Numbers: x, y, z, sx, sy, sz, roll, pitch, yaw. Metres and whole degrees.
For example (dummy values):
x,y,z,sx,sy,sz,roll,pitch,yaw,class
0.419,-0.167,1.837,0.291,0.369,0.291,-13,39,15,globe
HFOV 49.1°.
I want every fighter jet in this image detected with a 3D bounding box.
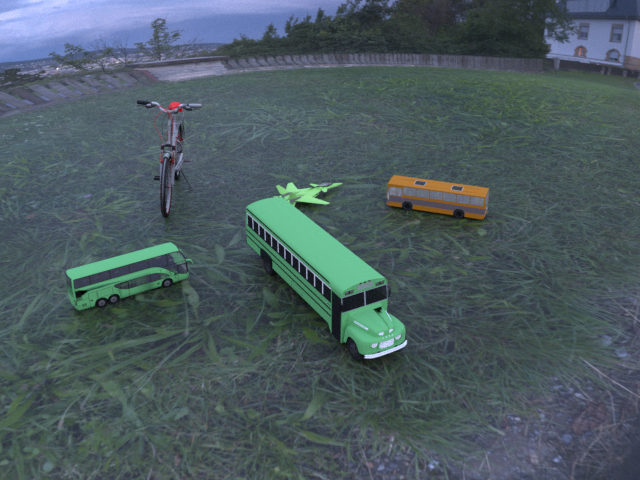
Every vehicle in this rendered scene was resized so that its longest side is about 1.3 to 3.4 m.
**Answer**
x,y,z,sx,sy,sz,roll,pitch,yaw,class
-0.123,-0.929,12.491,1.358,0.286,1.147,-20,33,-32,fighter jet

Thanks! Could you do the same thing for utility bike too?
x,y,z,sx,sy,sz,roll,pitch,yaw,class
-2.497,-1.640,12.176,1.039,1.839,2.791,-2,28,-4,utility bike

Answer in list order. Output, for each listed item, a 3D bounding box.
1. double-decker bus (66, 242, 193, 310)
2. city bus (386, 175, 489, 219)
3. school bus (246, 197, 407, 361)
x,y,z,sx,sy,sz,roll,pitch,yaw,class
-2.577,0.472,9.550,1.672,0.541,0.389,-17,32,-29,double-decker bus
1.991,-0.713,11.894,1.674,0.460,0.476,10,29,18,city bus
-0.011,0.416,9.330,0.709,0.844,3.322,-15,31,-26,school bus
